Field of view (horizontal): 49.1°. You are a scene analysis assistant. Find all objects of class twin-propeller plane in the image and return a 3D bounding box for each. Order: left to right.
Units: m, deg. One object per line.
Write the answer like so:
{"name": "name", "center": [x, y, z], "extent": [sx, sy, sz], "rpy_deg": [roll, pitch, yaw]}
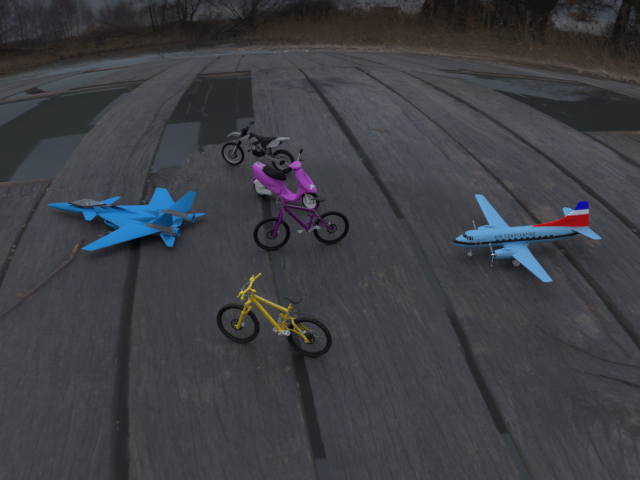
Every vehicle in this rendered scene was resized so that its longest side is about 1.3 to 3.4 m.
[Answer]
{"name": "twin-propeller plane", "center": [2.989, -0.160, 10.350], "extent": [2.129, 0.792, 2.663], "rpy_deg": [-4, 30, -8]}

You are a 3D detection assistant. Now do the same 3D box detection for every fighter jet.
{"name": "fighter jet", "center": [-3.293, -0.527, 11.235], "extent": [2.640, 0.557, 2.229], "rpy_deg": [9, 31, 16]}

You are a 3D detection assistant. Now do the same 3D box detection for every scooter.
{"name": "scooter", "center": [-0.604, -1.043, 11.778], "extent": [1.399, 0.919, 0.662], "rpy_deg": [17, 34, 27]}

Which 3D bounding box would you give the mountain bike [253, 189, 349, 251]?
{"name": "mountain bike", "center": [-0.275, -0.274, 10.474], "extent": [1.469, 0.868, 0.573], "rpy_deg": [-6, 30, -11]}

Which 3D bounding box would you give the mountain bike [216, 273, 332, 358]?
{"name": "mountain bike", "center": [-0.562, 0.947, 8.319], "extent": [1.469, 0.868, 0.573], "rpy_deg": [9, 31, 15]}

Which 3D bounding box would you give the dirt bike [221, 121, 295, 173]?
{"name": "dirt bike", "center": [-1.169, -1.709, 13.015], "extent": [1.493, 0.857, 0.527], "rpy_deg": [10, 31, 17]}
